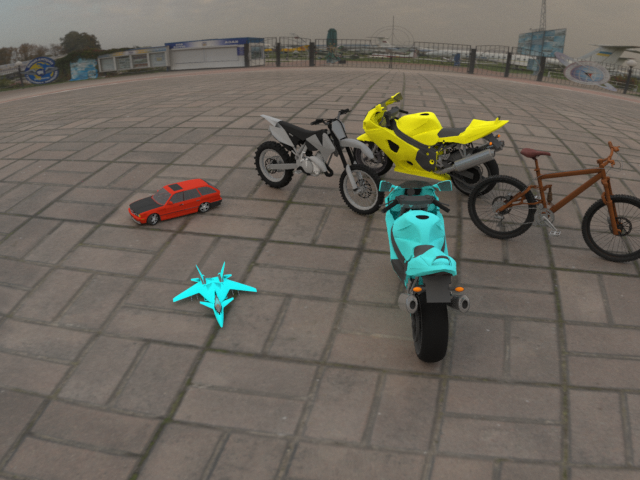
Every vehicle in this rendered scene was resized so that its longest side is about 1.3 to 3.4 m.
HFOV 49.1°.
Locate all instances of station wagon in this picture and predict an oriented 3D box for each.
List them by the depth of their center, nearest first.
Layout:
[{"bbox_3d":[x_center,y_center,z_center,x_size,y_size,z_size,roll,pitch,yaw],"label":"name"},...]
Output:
[{"bbox_3d":[-2.530,-0.699,12.185,1.597,0.473,0.682,-17,31,-29],"label":"station wagon"}]

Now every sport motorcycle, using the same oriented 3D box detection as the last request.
[{"bbox_3d":[1.295,0.262,9.060,0.983,1.596,2.955,0,27,-1],"label":"sport motorcycle"},{"bbox_3d":[1.962,-1.751,13.015,2.955,1.596,0.983,14,30,25],"label":"sport motorcycle"}]

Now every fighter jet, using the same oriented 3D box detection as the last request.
[{"bbox_3d":[-1.423,0.745,9.555,1.147,0.286,1.358,-6,28,-12],"label":"fighter jet"}]

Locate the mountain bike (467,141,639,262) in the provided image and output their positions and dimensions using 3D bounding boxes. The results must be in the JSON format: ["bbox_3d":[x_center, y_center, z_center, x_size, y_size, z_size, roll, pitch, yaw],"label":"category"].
[{"bbox_3d":[3.685,-0.609,10.670,2.857,1.688,1.114,12,30,23],"label":"mountain bike"}]

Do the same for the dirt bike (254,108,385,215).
[{"bbox_3d":[-0.066,-1.472,12.390,2.903,1.666,1.024,19,33,33],"label":"dirt bike"}]
